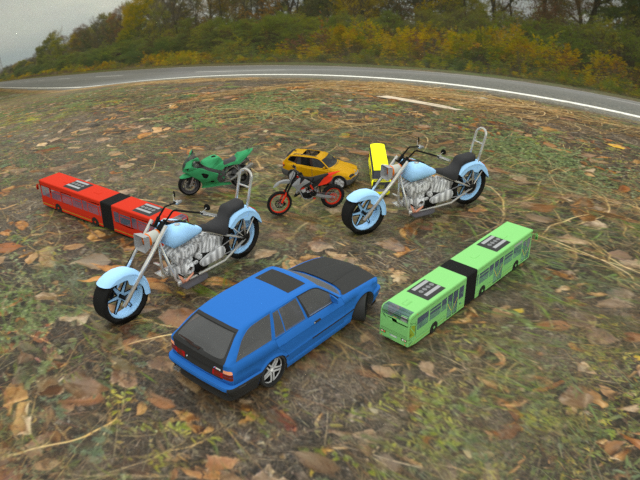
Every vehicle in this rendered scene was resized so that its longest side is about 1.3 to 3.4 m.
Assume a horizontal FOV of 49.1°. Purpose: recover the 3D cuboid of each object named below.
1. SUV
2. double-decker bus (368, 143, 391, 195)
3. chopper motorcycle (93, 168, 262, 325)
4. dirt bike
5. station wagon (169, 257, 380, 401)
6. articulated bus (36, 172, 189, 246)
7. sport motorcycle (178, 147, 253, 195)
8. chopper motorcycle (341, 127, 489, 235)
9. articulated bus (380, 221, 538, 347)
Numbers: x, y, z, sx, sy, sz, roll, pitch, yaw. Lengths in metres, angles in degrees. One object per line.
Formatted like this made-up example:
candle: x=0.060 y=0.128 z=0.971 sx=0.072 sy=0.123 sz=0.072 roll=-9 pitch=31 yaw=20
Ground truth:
SUV: x=0.006 y=-1.475 z=14.089 sx=1.572 sy=0.580 sz=0.656 roll=9 pitch=29 yaw=18
double-decker bus: x=1.181 y=-1.410 z=14.005 sx=0.389 sy=0.541 sz=1.672 roll=0 pitch=27 yaw=1
chopper motorcycle: x=-1.998 y=0.032 z=10.202 sx=0.906 sy=1.480 sz=3.040 roll=21 pitch=34 yaw=34
dirt bike: x=-0.247 y=-0.908 z=12.693 sx=1.493 sy=0.857 sz=0.527 roll=-10 pitch=29 yaw=-18
station wagon: x=-0.465 y=0.886 z=9.160 sx=1.327 sy=0.920 sz=3.105 roll=21 pitch=34 yaw=35
articulated bus: x=-3.681 y=-0.539 z=12.302 sx=3.401 sy=0.561 sz=0.605 roll=18 pitch=32 yaw=30
sport motorcycle: x=-2.012 y=-1.337 z=13.561 sx=1.520 sy=0.821 sz=0.506 roll=-11 pitch=29 yaw=-20
chopper motorcycle: x=1.738 y=-1.062 z=12.313 sx=3.040 sy=1.480 sz=0.906 roll=-15 pitch=31 yaw=-26
articulated bus: x=2.094 y=0.554 z=10.191 sx=0.605 sy=0.561 sz=3.401 roll=22 pitch=35 yaw=36
